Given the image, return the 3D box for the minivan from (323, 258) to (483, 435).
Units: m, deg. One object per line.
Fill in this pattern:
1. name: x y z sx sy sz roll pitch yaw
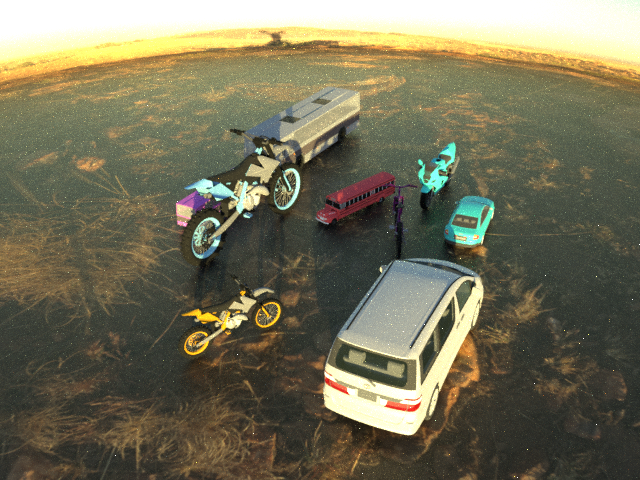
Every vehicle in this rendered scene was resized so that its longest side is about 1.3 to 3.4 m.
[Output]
1. minivan: 1.130 0.968 8.465 1.324 1.197 3.011 14 33 22

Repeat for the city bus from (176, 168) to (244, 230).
1. city bus: -1.782 -0.714 12.098 0.476 0.460 1.674 16 34 25

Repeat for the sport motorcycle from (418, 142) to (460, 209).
1. sport motorcycle: 2.102 -1.159 12.506 0.506 0.821 1.520 15 33 23

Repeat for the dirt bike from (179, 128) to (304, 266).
1. dirt bike: -1.170 -0.785 11.018 1.024 1.666 2.903 20 35 30

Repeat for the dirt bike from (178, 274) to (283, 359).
1. dirt bike: -1.116 0.950 8.833 1.493 0.857 0.527 -19 35 -29

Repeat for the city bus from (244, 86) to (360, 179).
1. city bus: -0.284 -2.208 14.240 0.926 0.894 3.255 16 34 26

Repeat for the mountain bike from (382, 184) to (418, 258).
1. mountain bike: 1.247 -0.361 11.083 0.573 0.868 1.469 2 30 3

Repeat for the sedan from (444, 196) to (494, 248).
1. sedan: 2.479 -0.387 11.512 0.635 0.483 1.613 12 32 19

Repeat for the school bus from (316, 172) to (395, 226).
1. school bus: 0.625 -0.723 12.139 1.708 0.434 0.365 -26 39 -37
